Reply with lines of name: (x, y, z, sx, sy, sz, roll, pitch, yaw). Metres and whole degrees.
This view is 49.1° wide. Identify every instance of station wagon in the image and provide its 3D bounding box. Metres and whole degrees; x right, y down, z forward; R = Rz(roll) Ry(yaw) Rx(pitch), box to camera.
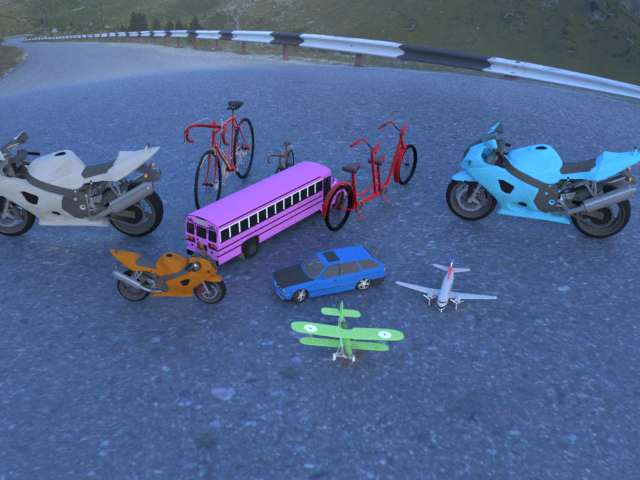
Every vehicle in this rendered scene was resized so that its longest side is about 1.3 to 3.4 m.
station wagon: (0.117, 0.439, 9.809, 1.597, 0.473, 0.682, -10, 29, -18)

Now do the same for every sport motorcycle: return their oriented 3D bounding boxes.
sport motorcycle: (3.523, -0.905, 11.209, 2.955, 1.596, 0.983, 9, 28, 16)
sport motorcycle: (-3.913, -0.789, 10.981, 2.955, 1.596, 0.983, 0, 27, 0)
sport motorcycle: (-2.017, 0.473, 9.360, 1.520, 0.821, 0.506, 2, 27, 4)

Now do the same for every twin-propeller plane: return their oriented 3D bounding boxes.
twin-propeller plane: (1.729, 0.607, 9.552, 1.370, 0.407, 1.095, 8, 28, 15)

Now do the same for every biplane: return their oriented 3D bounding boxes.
biplane: (0.316, 1.121, 8.437, 1.336, 0.504, 1.090, -2, 27, -4)

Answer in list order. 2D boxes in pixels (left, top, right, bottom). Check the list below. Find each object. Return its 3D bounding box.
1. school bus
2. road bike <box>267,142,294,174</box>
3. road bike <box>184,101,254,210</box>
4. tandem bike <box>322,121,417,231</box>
school bus: (-0.732, -0.538, 11.316, 0.709, 0.844, 3.322, 19, 32, 32)
road bike: (-0.660, -1.330, 12.861, 0.358, 0.852, 1.545, 5, 27, 10)
road bike: (-1.656, -1.556, 12.420, 0.696, 1.656, 3.004, 6, 28, 12)
tandem bike: (0.938, -1.191, 12.067, 0.550, 1.326, 3.192, 17, 32, 30)
